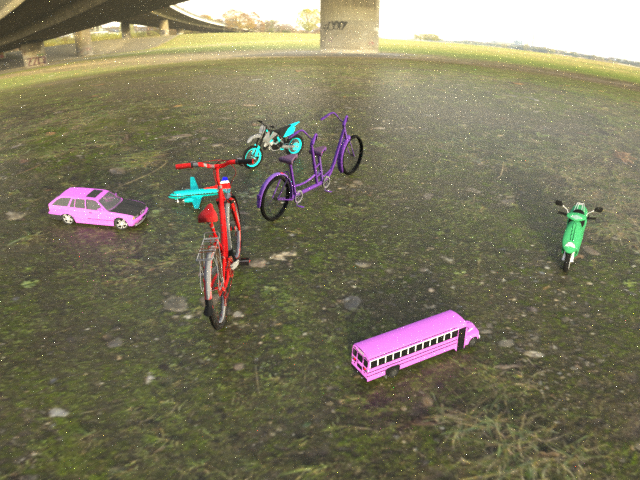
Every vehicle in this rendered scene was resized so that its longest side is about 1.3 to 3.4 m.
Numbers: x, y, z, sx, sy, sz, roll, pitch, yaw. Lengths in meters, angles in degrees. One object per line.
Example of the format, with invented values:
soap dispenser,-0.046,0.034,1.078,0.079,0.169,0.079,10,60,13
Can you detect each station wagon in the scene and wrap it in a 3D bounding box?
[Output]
station wagon,-3.674,-0.559,11.621,1.597,0.473,0.682,6,29,10

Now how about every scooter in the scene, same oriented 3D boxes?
scooter,3.810,-0.187,10.460,0.662,0.919,1.399,12,30,21

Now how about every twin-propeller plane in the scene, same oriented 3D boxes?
twin-propeller plane,-2.113,-0.878,12.283,1.095,0.407,1.370,-6,29,-11

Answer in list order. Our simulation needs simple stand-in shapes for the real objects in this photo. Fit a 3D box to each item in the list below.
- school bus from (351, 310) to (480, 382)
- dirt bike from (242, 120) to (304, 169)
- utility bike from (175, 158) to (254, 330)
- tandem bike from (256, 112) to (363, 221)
school bus,1.184,1.225,8.349,1.708,0.434,0.365,-15,32,-26
dirt bike,-0.906,-1.920,13.744,1.493,0.857,0.527,-22,35,-35
utility bike,-1.399,-0.100,9.329,1.039,1.839,2.791,0,28,1
tandem bike,-0.091,-1.372,12.231,0.550,1.326,3.192,18,33,30
